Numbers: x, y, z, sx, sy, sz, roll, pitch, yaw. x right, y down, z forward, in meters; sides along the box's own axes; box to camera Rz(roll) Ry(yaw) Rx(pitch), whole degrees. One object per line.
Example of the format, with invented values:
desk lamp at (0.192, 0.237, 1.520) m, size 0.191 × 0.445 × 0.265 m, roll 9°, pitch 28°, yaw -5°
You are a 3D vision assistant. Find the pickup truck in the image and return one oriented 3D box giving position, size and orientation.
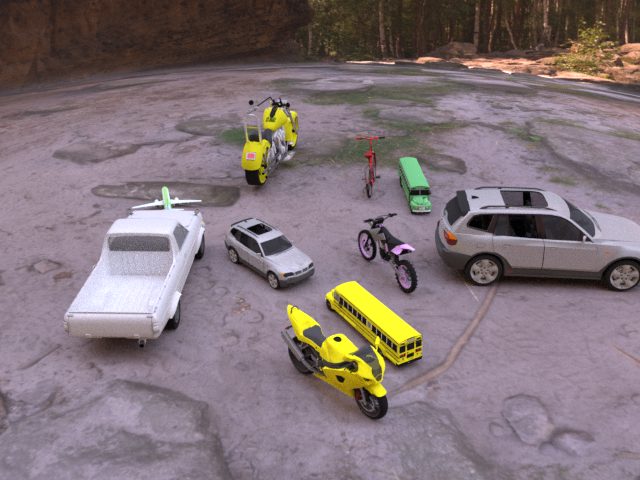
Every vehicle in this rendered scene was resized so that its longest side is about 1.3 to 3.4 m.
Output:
pickup truck at (-2.353, 0.299, 9.337) m, size 1.244 × 0.993 × 3.117 m, roll 1°, pitch 27°, yaw 1°

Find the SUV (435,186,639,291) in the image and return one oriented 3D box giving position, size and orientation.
SUV at (3.190, -0.089, 9.950) m, size 3.058 × 1.128 × 1.276 m, roll 2°, pitch 27°, yaw 4°

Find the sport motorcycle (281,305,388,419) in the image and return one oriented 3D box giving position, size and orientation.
sport motorcycle at (0.162, 1.307, 7.550) m, size 0.506 × 0.821 × 1.520 m, roll -23°, pitch 35°, yaw -37°

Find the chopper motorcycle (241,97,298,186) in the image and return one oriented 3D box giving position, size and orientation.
chopper motorcycle at (-0.899, -2.108, 13.523) m, size 0.906 × 1.480 × 3.040 m, roll 6°, pitch 28°, yaw 11°

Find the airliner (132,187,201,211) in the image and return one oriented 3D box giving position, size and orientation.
airliner at (-2.645, -0.761, 12.036) m, size 1.161 × 0.429 × 1.307 m, roll -7°, pitch 28°, yaw -13°

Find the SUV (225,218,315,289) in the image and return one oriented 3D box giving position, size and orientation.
SUV at (-0.749, 0.151, 10.082) m, size 0.656 × 0.580 × 1.572 m, roll -21°, pitch 34°, yaw -36°

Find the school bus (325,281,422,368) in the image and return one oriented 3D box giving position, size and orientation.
school bus at (0.610, 0.965, 8.645) m, size 0.365 × 0.434 × 1.708 m, roll -15°, pitch 31°, yaw -27°

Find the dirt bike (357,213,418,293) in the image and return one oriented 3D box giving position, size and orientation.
dirt bike at (0.927, 0.116, 9.846) m, size 0.527 × 0.857 × 1.493 m, roll -13°, pitch 30°, yaw -24°

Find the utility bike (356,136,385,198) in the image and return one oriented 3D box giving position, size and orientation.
utility bike at (0.879, -1.376, 12.674) m, size 0.535 × 0.946 × 1.435 m, roll 4°, pitch 27°, yaw 8°

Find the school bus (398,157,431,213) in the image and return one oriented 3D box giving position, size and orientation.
school bus at (1.679, -0.979, 12.460) m, size 0.365 × 0.434 × 1.708 m, roll -1°, pitch 27°, yaw -2°
